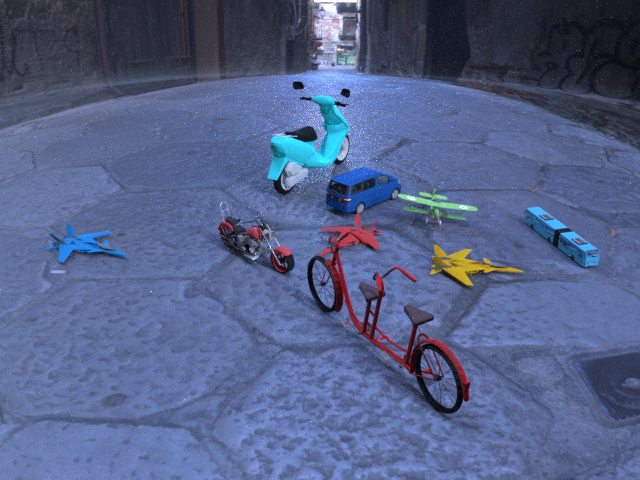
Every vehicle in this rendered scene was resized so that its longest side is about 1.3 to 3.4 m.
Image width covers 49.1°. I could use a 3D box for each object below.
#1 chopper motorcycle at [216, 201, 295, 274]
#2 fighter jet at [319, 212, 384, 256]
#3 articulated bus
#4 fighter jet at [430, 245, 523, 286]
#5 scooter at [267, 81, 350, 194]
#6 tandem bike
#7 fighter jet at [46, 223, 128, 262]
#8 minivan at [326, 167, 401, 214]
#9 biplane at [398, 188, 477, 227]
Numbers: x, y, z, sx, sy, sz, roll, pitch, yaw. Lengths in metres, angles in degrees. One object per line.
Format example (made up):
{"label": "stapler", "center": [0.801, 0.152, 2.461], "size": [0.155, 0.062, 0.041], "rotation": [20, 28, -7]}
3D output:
{"label": "chopper motorcycle", "center": [-0.988, -0.044, 10.561], "size": [1.563, 0.761, 0.466], "rotation": [22, 33, 37]}
{"label": "fighter jet", "center": [0.397, -0.054, 11.122], "size": [1.147, 0.286, 1.358], "rotation": [19, 32, 34]}
{"label": "articulated bus", "center": [3.821, -0.076, 11.163], "size": [0.311, 0.289, 1.749], "rotation": [-7, 27, -14]}
{"label": "fighter jet", "center": [2.320, 0.337, 10.322], "size": [1.358, 0.286, 1.147], "rotation": [5, 26, 9]}
{"label": "scooter", "center": [-0.143, -2.022, 13.436], "size": [1.288, 1.786, 2.721], "rotation": [16, 30, 29]}
{"label": "tandem bike", "center": [0.664, 0.799, 8.196], "size": [0.550, 1.326, 3.192], "rotation": [-15, 30, -28]}
{"label": "fighter jet", "center": [-3.557, 0.050, 10.908], "size": [1.358, 0.286, 1.147], "rotation": [11, 28, 21]}
{"label": "minivan", "center": [0.818, -0.954, 12.586], "size": [1.548, 0.616, 0.681], "rotation": [-23, 34, -39]}
{"label": "biplane", "center": [1.980, -0.572, 11.932], "size": [1.336, 0.504, 1.090], "rotation": [2, 26, 4]}
